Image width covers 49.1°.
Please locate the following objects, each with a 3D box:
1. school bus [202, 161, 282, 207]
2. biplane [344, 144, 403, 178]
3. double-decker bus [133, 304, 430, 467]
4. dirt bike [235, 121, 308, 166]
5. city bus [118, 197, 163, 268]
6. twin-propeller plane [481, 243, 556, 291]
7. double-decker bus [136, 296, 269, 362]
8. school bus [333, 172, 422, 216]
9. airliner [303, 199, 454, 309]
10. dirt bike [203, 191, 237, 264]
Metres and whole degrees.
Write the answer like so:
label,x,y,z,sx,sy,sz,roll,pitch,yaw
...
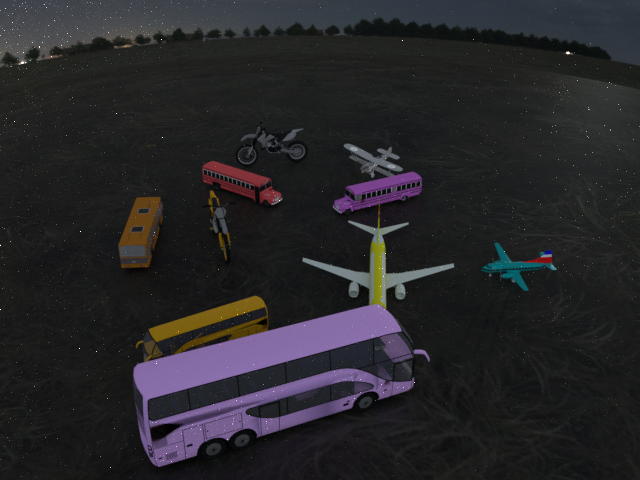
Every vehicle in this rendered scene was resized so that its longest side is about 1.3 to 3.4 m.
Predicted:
label,x,y,z,sx,sy,sz,roll,pitch,yaw
school bus,-1.444,-1.044,12.963,1.708,0.434,0.365,19,35,31
biplane,1.125,-1.545,13.780,1.336,0.504,1.090,21,36,32
double-decker bus,-0.379,1.536,7.757,3.251,1.052,0.756,-12,32,-20
dirt bike,-0.969,-1.921,14.088,1.493,0.857,0.527,-7,30,-11
city bus,-2.868,-0.125,11.307,0.476,0.460,1.674,-2,29,-3
twin-propeller plane,2.959,0.353,10.512,1.095,0.407,1.370,-3,30,-5
double-decker bus,-1.456,1.204,8.866,1.672,0.541,0.389,-16,33,-26
school bus,1.036,-0.840,12.601,1.708,0.434,0.365,-14,32,-24
airliner,0.844,0.315,10.145,2.257,0.835,2.541,2,29,4
dirt bike,-1.598,-0.271,11.161,0.527,0.857,1.493,-9,31,-15
